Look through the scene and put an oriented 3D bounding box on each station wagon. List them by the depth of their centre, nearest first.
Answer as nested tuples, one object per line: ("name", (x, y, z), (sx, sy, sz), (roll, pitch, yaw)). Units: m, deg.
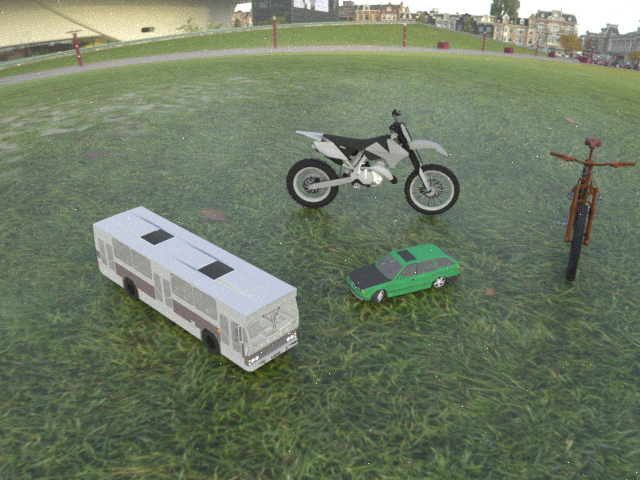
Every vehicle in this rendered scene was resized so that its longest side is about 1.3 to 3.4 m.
("station wagon", (1.157, 0.423, 9.755), (1.597, 0.473, 0.682), (-12, 31, -20))

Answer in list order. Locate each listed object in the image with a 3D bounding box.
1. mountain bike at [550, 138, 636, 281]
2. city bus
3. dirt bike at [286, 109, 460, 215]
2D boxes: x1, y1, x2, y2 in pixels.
("mountain bike", (3.909, -0.621, 10.402), (1.114, 1.688, 2.857), (10, 30, 18))
("city bus", (-1.694, 0.557, 9.070), (3.255, 0.894, 0.926), (25, 37, 37))
("dirt bike", (0.864, -1.223, 11.528), (2.903, 1.666, 1.024), (4, 29, 7))
